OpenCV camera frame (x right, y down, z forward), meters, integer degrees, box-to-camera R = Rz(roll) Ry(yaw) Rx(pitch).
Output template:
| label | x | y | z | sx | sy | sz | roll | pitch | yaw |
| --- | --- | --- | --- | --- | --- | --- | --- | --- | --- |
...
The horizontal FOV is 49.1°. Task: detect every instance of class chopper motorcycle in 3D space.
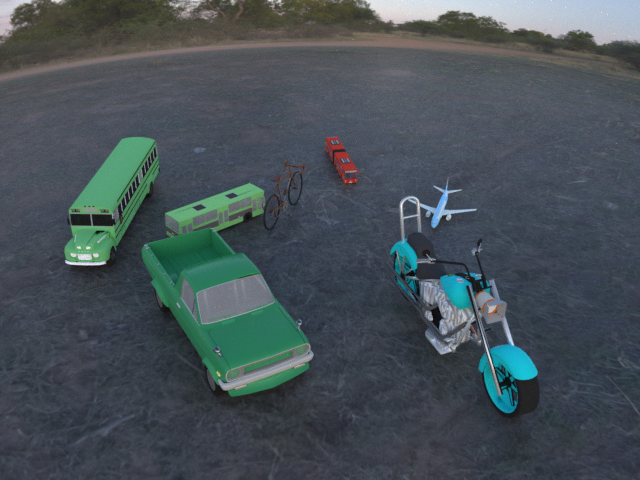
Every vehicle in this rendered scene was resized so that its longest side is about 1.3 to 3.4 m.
| label | x | y | z | sx | sy | sz | roll | pitch | yaw |
| --- | --- | --- | --- | --- | --- | --- | --- | --- | --- |
| chopper motorcycle | 1.652 | 0.702 | 8.403 | 0.906 | 1.480 | 3.040 | -11 | 32 | -18 |

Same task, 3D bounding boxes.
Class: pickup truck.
| label | x | y | z | sx | sy | sz | roll | pitch | yaw |
| --- | --- | --- | --- | --- | --- | --- | --- | --- | --- |
| pickup truck | -1.286 | 0.705 | 8.887 | 1.244 | 0.993 | 3.117 | -16 | 33 | -25 |

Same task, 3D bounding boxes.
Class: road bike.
| label | x | y | z | sx | sy | sz | roll | pitch | yaw |
| --- | --- | --- | --- | --- | --- | --- | --- | --- | --- |
| road bike | -0.599 | -0.777 | 11.602 | 0.358 | 0.852 | 1.545 | 11 | 32 | 19 |

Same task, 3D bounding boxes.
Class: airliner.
| label | x | y | z | sx | sy | sz | roll | pitch | yaw |
| --- | --- | --- | --- | --- | --- | --- | --- | --- | --- |
| airliner | 2.029 | -0.617 | 11.747 | 1.161 | 0.429 | 1.307 | 10 | 31 | 16 |

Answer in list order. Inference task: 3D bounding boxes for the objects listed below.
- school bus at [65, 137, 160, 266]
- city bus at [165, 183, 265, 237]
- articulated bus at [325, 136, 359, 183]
| label | x | y | z | sx | sy | sz | roll | pitch | yaw |
| --- | --- | --- | --- | --- | --- | --- | --- | --- | --- |
| school bus | -3.355 | -0.690 | 11.459 | 0.709 | 0.844 | 3.322 | 1 | 30 | 2 |
| city bus | -1.671 | -0.422 | 11.378 | 1.674 | 0.460 | 0.476 | -24 | 38 | -35 |
| articulated bus | 0.397 | -1.569 | 13.542 | 0.311 | 0.289 | 1.749 | -6 | 30 | -10 |
